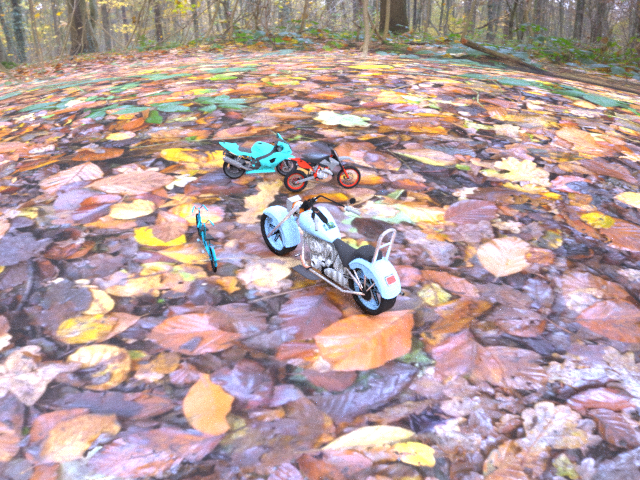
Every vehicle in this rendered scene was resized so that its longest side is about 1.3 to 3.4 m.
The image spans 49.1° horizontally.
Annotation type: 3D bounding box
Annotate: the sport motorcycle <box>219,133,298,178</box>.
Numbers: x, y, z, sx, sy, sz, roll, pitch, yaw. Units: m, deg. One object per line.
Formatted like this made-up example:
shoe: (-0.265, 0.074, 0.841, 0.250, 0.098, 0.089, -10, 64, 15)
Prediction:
sport motorcycle: (-1.206, -1.625, 13.853, 1.520, 0.821, 0.506, -3, 29, -5)

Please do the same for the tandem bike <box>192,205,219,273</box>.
tandem bike: (-1.848, -0.086, 11.258, 0.283, 0.682, 1.642, -10, 31, -17)

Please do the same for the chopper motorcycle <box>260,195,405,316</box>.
chopper motorcycle: (0.056, -0.019, 10.325, 0.906, 1.480, 3.040, -21, 36, -33)

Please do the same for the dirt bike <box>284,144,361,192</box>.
dirt bike: (0.049, -1.335, 13.299, 1.493, 0.857, 0.527, -4, 30, -7)
